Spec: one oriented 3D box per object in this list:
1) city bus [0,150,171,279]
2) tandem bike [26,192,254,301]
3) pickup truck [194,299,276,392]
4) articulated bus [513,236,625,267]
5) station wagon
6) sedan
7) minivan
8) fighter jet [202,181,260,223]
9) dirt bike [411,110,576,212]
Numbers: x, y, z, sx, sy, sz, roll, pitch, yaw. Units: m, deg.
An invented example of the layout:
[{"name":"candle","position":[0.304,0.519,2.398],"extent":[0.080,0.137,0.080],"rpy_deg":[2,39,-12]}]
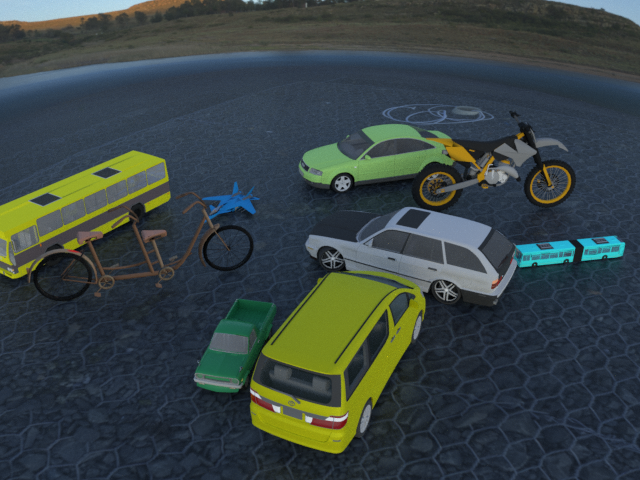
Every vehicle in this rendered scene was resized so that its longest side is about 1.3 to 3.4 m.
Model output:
[{"name":"city bus","position":[-3.893,-0.475,11.400],"extent":[0.926,0.894,3.255],"rpy_deg":[18,34,29]},{"name":"tandem bike","position":[-2.503,0.087,9.940],"extent":[3.192,1.326,0.550],"rpy_deg":[-10,30,-17]},{"name":"pickup truck","position":[-1.022,1.235,8.707],"extent":[0.640,0.511,1.603],"rpy_deg":[6,30,11]},{"name":"articulated bus","position":[3.852,0.175,10.851],"extent":[1.749,0.289,0.311],"rpy_deg":[-5,29,-9]},{"name":"station wagon","position":[1.300,0.060,10.408],"extent":[3.105,0.920,1.327],"rpy_deg":[15,32,25]},{"name":"sedan","position":[1.133,-1.666,13.506],"extent":[3.137,0.940,1.235],"rpy_deg":[-8,30,-15]},{"name":"minivan","position":[0.339,1.104,8.234],"extent":[1.324,1.197,3.011],"rpy_deg":[13,31,21]},{"name":"fighter jet","position":[-1.684,-0.624,12.298],"extent":[1.147,0.286,1.358],"rpy_deg":[16,33,26]},{"name":"dirt bike","position":[3.036,-1.277,12.053],"extent":[2.903,1.666,1.024],"rpy_deg":[-2,29,-3]}]
